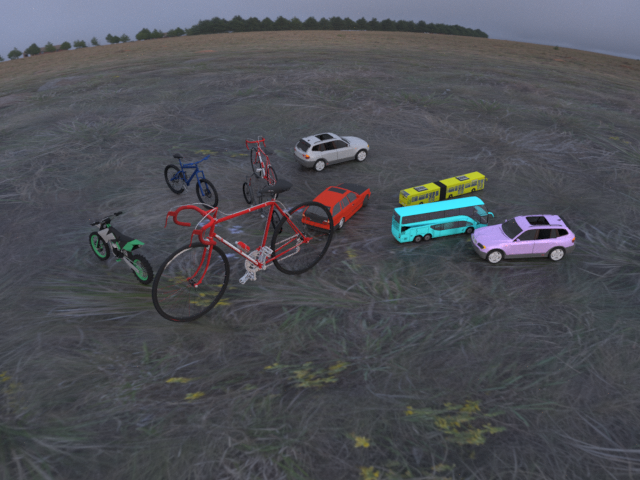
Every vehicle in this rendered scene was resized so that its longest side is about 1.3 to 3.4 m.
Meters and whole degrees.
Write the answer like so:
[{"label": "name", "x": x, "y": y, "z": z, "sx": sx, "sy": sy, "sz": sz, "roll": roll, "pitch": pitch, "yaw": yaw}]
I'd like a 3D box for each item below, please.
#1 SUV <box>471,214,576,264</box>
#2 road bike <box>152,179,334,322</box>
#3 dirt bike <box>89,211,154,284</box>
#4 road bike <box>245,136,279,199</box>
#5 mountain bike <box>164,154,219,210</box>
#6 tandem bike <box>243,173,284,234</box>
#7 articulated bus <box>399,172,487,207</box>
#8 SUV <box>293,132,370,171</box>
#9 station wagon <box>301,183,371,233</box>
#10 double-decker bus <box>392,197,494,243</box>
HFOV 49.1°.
[{"label": "SUV", "x": 3.142, "y": -0.053, "z": 10.837, "sx": 1.572, "sy": 0.580, "sz": 0.656, "roll": -2, "pitch": 30, "yaw": -4}, {"label": "road bike", "x": -0.962, "y": 0.055, "z": 9.569, "sx": 3.004, "sy": 1.656, "sz": 0.697, "roll": -22, "pitch": 37, "yaw": -33}, {"label": "dirt bike", "x": -2.976, "y": 0.094, "z": 10.303, "sx": 1.493, "sy": 0.857, "sz": 0.527, "roll": 22, "pitch": 37, "yaw": 34}, {"label": "road bike", "x": -1.030, "y": -1.353, "z": 12.826, "sx": 0.358, "sy": 0.852, "sz": 1.545, "roll": -12, "pitch": 32, "yaw": -20}, {"label": "mountain bike", "x": -2.300, "y": -1.082, "z": 12.337, "sx": 1.469, "sy": 0.868, "sz": 0.573, "roll": 24, "pitch": 38, "yaw": 36}, {"label": "tandem bike", "x": -0.985, "y": -0.672, "z": 11.812, "sx": 0.283, "sy": 0.682, "sz": 1.642, "roll": -15, "pitch": 33, "yaw": -24}, {"label": "articulated bus", "x": 2.224, "y": -0.908, "z": 12.615, "sx": 1.749, "sy": 0.289, "sz": 0.311, "roll": -15, "pitch": 33, "yaw": -24}, {"label": "SUV", "x": 0.242, "y": -1.828, "z": 13.924, "sx": 1.572, "sy": 0.580, "sz": 0.656, "roll": -16, "pitch": 34, "yaw": -26}, {"label": "station wagon", "x": 0.310, "y": -0.655, "z": 11.990, "sx": 0.682, "sy": 0.473, "sz": 1.597, "roll": 16, "pitch": 33, "yaw": 25}, {"label": "double-decker bus", "x": 1.985, "y": -0.338, "z": 11.371, "sx": 1.672, "sy": 0.541, "sz": 0.389, "roll": -9, "pitch": 31, "yaw": -15}]
